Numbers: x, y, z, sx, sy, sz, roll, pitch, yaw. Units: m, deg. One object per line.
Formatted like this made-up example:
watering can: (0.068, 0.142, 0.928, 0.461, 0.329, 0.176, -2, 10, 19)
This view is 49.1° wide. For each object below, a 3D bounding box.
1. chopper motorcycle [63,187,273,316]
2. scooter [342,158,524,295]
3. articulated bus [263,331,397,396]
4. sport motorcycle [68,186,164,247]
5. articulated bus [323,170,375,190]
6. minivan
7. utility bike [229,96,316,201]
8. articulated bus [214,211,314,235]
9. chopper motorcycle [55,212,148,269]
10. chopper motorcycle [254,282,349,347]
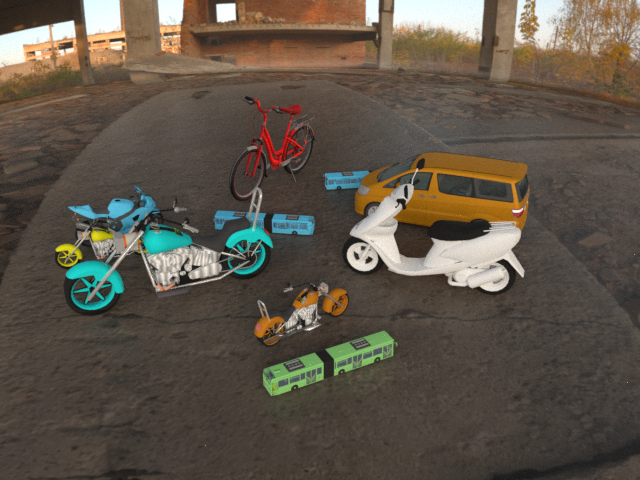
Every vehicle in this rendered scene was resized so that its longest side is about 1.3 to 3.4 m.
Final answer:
chopper motorcycle: (-2.140, 0.148, 10.050, 3.040, 1.480, 0.906, -11, 30, -20)
scooter: (1.645, -0.123, 10.238, 2.721, 1.786, 1.288, 8, 29, 16)
articulated bus: (0.141, 1.520, 8.708, 1.749, 0.289, 0.311, -14, 31, -24)
sport motorcycle: (-3.395, -0.379, 11.772, 1.520, 0.821, 0.506, -14, 31, -25)
articulated bus: (0.954, -1.214, 13.948, 1.749, 0.289, 0.311, -4, 28, -8)
minivan: (2.109, -0.866, 12.298, 3.011, 1.197, 1.324, 11, 29, 20)
utility bike: (-0.781, -1.885, 13.558, 1.039, 1.839, 2.791, 17, 32, 29)
articulated bus: (-0.979, -0.300, 12.197, 1.749, 0.289, 0.311, 4, 28, 7)
chopper motorcycle: (-3.412, 0.005, 11.102, 1.563, 0.761, 0.466, -9, 29, -17)
chopper motorcycle: (-0.217, 0.896, 9.394, 1.563, 0.761, 0.466, -22, 35, -35)
